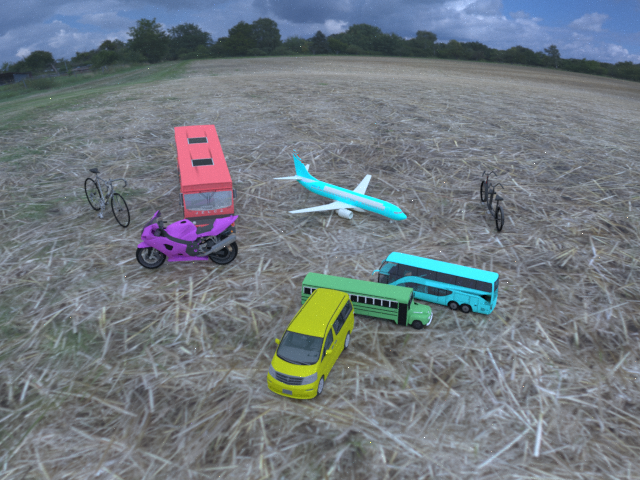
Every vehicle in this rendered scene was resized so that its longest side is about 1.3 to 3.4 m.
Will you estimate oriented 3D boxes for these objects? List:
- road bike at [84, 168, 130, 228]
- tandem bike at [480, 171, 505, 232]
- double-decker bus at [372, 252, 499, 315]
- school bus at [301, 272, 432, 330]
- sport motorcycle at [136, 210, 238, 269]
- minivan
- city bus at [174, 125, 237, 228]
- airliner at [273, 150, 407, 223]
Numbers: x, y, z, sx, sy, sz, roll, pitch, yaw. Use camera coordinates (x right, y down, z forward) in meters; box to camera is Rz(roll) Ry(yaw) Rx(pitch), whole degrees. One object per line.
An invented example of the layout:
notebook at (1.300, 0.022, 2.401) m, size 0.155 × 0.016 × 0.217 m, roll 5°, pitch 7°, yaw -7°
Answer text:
road bike at (-3.613, -0.756, 11.785) m, size 0.358 × 0.852 × 1.545 m, roll -22°, pitch 34°, yaw -38°
tandem bike at (2.928, -0.719, 11.903) m, size 0.283 × 0.682 × 1.642 m, roll 0°, pitch 26°, yaw 0°
double-decker bus at (1.546, 0.566, 9.430) m, size 1.672 × 0.541 × 0.389 m, roll 12°, pitch 28°, yaw 23°
school bus at (0.610, 0.780, 9.113) m, size 1.708 × 0.434 × 0.365 m, roll 8°, pitch 27°, yaw 16°
sport motorcycle at (-1.939, 0.015, 10.239) m, size 1.520 × 0.821 × 0.506 m, roll -3°, pitch 26°, yaw -7°
minivan at (-0.085, 1.171, 8.105) m, size 0.681 × 0.616 × 1.548 m, roll 9°, pitch 27°, yaw 18°
city bus at (-2.125, -1.172, 12.589) m, size 0.926 × 0.894 × 3.255 m, roll -6°, pitch 27°, yaw -11°
airliner at (0.441, -0.925, 12.151) m, size 2.541 × 0.835 × 2.257 m, roll 20°, pitch 32°, yaw 35°
